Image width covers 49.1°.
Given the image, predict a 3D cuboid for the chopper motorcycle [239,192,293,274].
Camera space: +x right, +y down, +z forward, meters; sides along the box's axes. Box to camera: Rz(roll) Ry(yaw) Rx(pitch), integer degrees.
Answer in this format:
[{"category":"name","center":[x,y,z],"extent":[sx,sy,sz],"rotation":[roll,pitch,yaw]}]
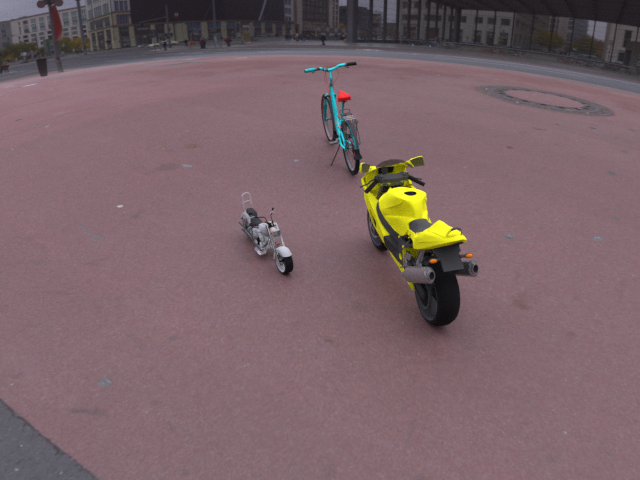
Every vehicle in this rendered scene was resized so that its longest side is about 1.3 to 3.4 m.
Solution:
[{"category":"chopper motorcycle","center":[-0.823,-0.115,10.604],"extent":[0.466,0.761,1.563],"rotation":[-15,33,-25]}]

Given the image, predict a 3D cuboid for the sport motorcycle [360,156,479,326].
[{"category":"sport motorcycle","center":[1.237,-0.089,9.705],"extent":[0.983,1.596,2.955],"rotation":[-8,30,-14]}]

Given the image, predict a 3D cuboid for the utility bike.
[{"category":"utility bike","center":[0.286,-2.443,13.651],"extent":[1.039,1.839,2.791],"rotation":[-7,30,-12]}]
